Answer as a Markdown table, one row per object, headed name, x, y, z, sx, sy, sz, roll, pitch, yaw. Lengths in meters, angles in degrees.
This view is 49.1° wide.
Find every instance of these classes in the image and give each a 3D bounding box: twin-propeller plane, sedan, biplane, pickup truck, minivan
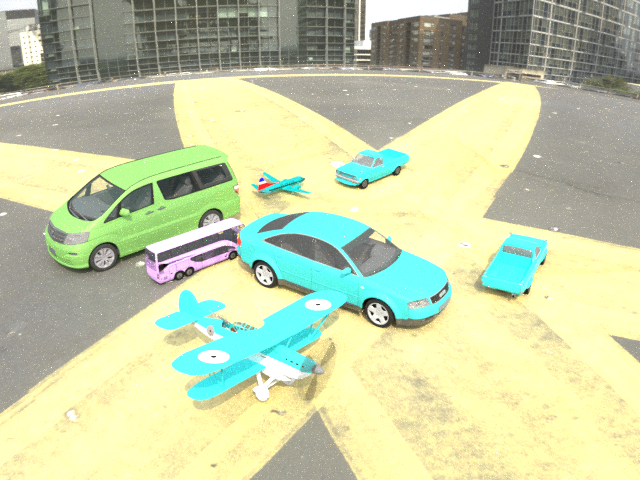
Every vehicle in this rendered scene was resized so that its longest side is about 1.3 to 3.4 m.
| name | x | y | z | sx | sy | sz | roll | pitch | yaw |
| --- | --- | --- | --- | --- | --- | --- | --- | --- | --- |
| twin-propeller plane | -0.690 | -1.048 | 12.706 | 1.095 | 0.407 | 1.370 | -22 | 34 | -36 |
| sedan | 0.281 | 0.247 | 9.511 | 3.137 | 0.940 | 1.235 | 17 | 31 | 30 |
| biplane | -0.793 | 1.095 | 7.763 | 2.120 | 0.981 | 2.598 | 18 | 32 | 32 |
| pickup truck | 2.780 | 0.291 | 9.904 | 0.640 | 0.511 | 1.603 | 13 | 29 | 25 |
| minivan | -2.726 | -0.560 | 10.842 | 3.011 | 1.197 | 1.324 | -21 | 33 | -36 |
| pickup truck | 1.014 | -1.446 | 13.389 | 0.640 | 0.511 | 1.603 | 24 | 35 | 39 |

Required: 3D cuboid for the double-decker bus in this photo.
| name | x | y | z | sx | sy | sz | roll | pitch | yaw |
| --- | --- | --- | --- | --- | --- | --- | --- | --- | --- |
| double-decker bus | -1.730 | 0.127 | 10.199 | 1.672 | 0.541 | 0.389 | -22 | 34 | -37 |
